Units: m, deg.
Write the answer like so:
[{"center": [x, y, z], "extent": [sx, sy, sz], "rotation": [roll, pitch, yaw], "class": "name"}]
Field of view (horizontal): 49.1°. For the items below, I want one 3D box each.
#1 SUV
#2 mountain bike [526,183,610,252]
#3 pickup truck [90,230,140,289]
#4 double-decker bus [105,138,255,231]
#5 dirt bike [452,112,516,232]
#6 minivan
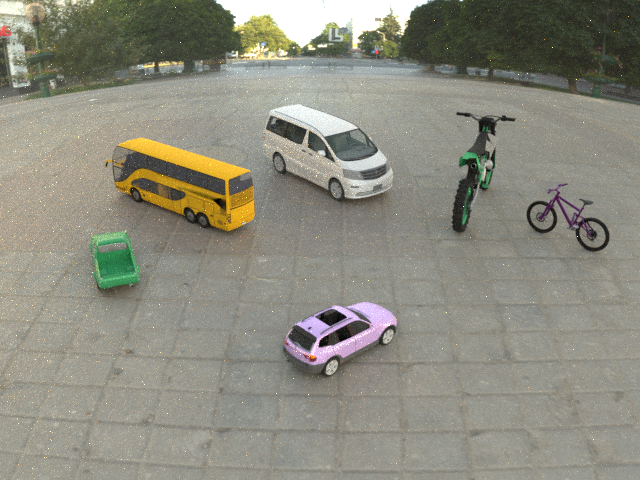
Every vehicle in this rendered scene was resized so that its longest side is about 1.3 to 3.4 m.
[{"center": [0.275, 1.118, 8.645], "extent": [1.572, 0.580, 0.656], "rotation": [-22, 34, -37], "class": "SUV"}, {"center": [4.014, -0.376, 11.336], "extent": [0.573, 0.868, 1.469], "rotation": [-22, 34, -37], "class": "mountain bike"}, {"center": [-3.091, 0.245, 10.485], "extent": [0.640, 0.511, 1.603], "rotation": [-9, 28, -18], "class": "pickup truck"}, {"center": [-2.534, -1.048, 12.485], "extent": [3.251, 1.052, 0.756], "rotation": [19, 32, 34], "class": "double-decker bus"}, {"center": [2.777, -1.326, 12.356], "extent": [1.024, 1.666, 2.903], "rotation": [11, 28, 21], "class": "dirt bike"}, {"center": [0.122, -1.762, 13.764], "extent": [1.324, 1.197, 3.011], "rotation": [-20, 32, -34], "class": "minivan"}]
